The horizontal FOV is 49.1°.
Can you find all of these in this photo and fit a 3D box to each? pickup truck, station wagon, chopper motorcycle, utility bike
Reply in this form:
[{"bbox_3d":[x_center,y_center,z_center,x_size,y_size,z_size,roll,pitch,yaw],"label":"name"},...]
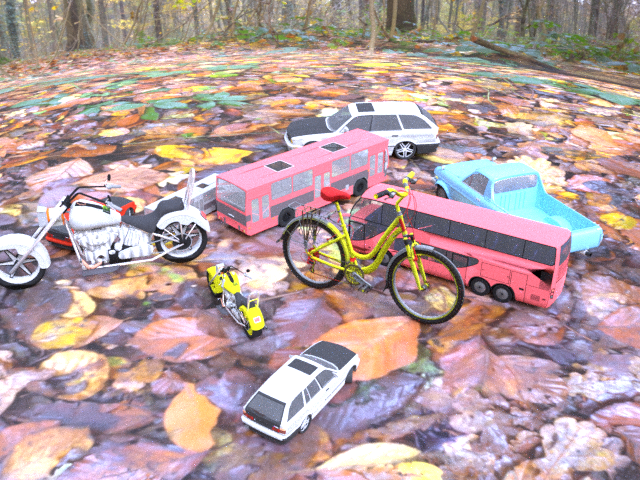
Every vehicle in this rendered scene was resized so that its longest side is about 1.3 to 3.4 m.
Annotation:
[{"bbox_3d":[3.013,-0.626,11.120,1.244,0.993,3.117,-11,30,-19],"label":"pickup truck"},{"bbox_3d":[-3.630,-0.377,11.206,0.682,0.473,1.597,13,31,22],"label":"station wagon"},{"bbox_3d":[-3.074,-0.167,9.770,3.040,1.480,0.906,-8,30,-14],"label":"chopper motorcycle"},{"bbox_3d":[0.636,-0.019,9.126,2.791,1.839,1.039,16,33,27],"label":"utility bike"},{"bbox_3d":[-0.165,1.550,7.676,0.682,0.473,1.597,17,33,29],"label":"station wagon"},{"bbox_3d":[0.827,-2.254,14.175,3.105,0.920,1.327,-2,29,-3],"label":"station wagon"},{"bbox_3d":[-1.125,0.655,9.015,0.466,0.761,1.563,-15,32,-26],"label":"chopper motorcycle"}]

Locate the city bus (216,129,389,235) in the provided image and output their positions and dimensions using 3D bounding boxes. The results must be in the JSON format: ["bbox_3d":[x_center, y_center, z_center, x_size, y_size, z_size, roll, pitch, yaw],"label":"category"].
[{"bbox_3d":[-0.208,-1.014,11.932,3.255,0.894,0.926,-24,37,-37],"label":"city bus"}]

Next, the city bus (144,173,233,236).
[{"bbox_3d":[-2.135,-0.585,11.600,0.476,0.460,1.674,18,34,30],"label":"city bus"}]

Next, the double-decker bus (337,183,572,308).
[{"bbox_3d":[1.822,0.009,9.895,3.251,1.052,0.756,17,33,28],"label":"double-decker bus"}]
